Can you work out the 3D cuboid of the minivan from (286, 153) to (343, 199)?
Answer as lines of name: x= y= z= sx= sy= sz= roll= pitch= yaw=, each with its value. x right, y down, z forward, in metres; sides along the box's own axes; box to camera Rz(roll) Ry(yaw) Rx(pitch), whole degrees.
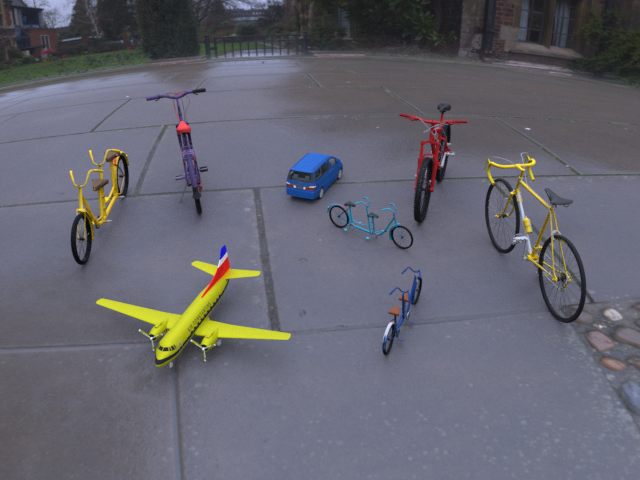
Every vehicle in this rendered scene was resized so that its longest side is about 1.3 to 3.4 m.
minivan: x=-0.073 y=-1.266 z=12.924 sx=0.681 sy=0.616 sz=1.548 roll=11 pitch=31 yaw=19

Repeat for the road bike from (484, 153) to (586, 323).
road bike: x=2.968 y=-0.148 z=9.827 sx=0.696 sy=1.656 sz=3.004 roll=-6 pitch=29 yaw=-10

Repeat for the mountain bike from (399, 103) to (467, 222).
mountain bike: x=2.008 y=-1.505 z=12.249 sx=1.114 sy=1.688 sz=2.857 roll=9 pitch=30 yaw=16

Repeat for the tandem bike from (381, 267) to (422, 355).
tandem bike: x=1.080 y=0.844 z=9.040 sx=0.283 sy=0.682 sz=1.642 roll=12 pitch=31 yaw=20

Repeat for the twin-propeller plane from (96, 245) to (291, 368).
twin-propeller plane: x=-1.575 y=0.844 z=8.926 sx=2.663 sy=0.792 sz=2.129 roll=8 pitch=30 yaw=15

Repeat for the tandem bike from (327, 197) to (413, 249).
tandem bike: x=0.783 y=-0.342 z=11.185 sx=1.642 sy=0.682 sz=0.283 roll=20 pitch=35 yaw=32

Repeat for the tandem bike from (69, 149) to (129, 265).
tandem bike: x=-3.558 y=-0.832 z=11.405 sx=0.550 sy=1.326 sz=3.192 roll=0 pitch=29 yaw=0

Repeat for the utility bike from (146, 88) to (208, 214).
utility bike: x=-2.430 y=-1.649 z=12.352 sx=1.039 sy=1.839 sz=2.791 roll=-7 pitch=30 yaw=-12
